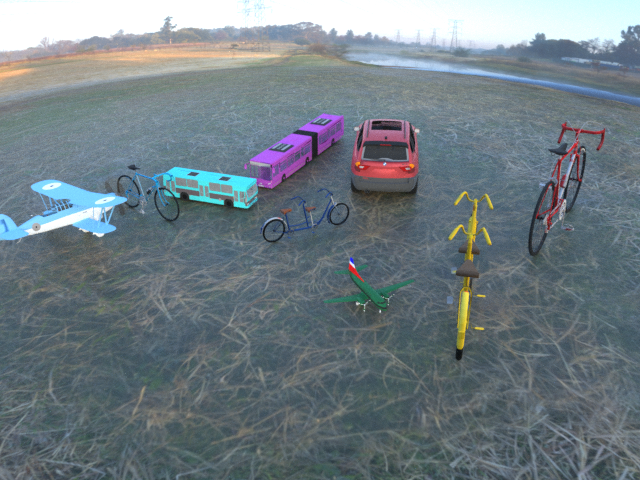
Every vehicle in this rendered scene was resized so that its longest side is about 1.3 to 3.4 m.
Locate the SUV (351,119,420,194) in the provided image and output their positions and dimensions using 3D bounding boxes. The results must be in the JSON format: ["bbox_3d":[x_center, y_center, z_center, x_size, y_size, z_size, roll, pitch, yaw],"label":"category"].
[{"bbox_3d":[1.267,-1.794,13.434,1.276,1.128,3.058,3,27,5],"label":"SUV"}]

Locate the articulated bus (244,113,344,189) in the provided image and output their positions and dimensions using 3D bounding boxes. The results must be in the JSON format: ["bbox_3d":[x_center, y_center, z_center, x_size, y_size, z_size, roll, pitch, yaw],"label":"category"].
[{"bbox_3d":[-0.401,-1.877,14.222,0.605,0.561,3.401,12,29,22],"label":"articulated bus"}]

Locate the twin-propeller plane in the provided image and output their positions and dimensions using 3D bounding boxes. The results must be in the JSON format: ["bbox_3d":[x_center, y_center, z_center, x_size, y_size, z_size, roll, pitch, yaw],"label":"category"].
[{"bbox_3d":[0.633,0.619,9.492,1.370,0.407,1.095,-12,29,-22],"label":"twin-propeller plane"}]

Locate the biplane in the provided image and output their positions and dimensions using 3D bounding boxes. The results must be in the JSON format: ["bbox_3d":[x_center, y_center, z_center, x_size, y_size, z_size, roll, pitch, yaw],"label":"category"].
[{"bbox_3d":[-4.024,-0.387,10.836,2.598,0.981,2.120,24,35,38],"label":"biplane"}]

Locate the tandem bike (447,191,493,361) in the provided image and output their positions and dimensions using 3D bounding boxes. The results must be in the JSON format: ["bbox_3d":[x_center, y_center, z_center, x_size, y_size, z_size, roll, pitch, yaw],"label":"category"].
[{"bbox_3d":[1.934,0.288,9.131,0.550,1.326,3.192,6,28,12],"label":"tandem bike"}]

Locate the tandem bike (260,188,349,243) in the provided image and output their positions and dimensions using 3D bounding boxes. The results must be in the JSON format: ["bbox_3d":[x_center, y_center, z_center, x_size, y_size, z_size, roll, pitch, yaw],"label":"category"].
[{"bbox_3d":[-0.220,-0.406,11.202,1.642,0.682,0.283,-15,31,-27],"label":"tandem bike"}]

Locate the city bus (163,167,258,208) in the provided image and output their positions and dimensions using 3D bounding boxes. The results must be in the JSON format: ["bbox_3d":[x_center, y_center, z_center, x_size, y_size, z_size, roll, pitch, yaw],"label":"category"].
[{"bbox_3d":[-1.950,-0.916,12.447,1.674,0.460,0.476,10,29,18],"label":"city bus"}]

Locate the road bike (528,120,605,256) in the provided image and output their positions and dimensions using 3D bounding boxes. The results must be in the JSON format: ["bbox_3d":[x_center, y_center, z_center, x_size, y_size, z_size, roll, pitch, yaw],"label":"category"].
[{"bbox_3d":[3.835,-0.895,11.089,0.696,1.656,3.004,16,31,29],"label":"road bike"}]

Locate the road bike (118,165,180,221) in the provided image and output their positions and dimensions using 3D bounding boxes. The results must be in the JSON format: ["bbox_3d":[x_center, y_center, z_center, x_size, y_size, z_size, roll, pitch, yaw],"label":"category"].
[{"bbox_3d":[-2.936,-0.830,11.848,1.545,0.852,0.358,18,32,32],"label":"road bike"}]
